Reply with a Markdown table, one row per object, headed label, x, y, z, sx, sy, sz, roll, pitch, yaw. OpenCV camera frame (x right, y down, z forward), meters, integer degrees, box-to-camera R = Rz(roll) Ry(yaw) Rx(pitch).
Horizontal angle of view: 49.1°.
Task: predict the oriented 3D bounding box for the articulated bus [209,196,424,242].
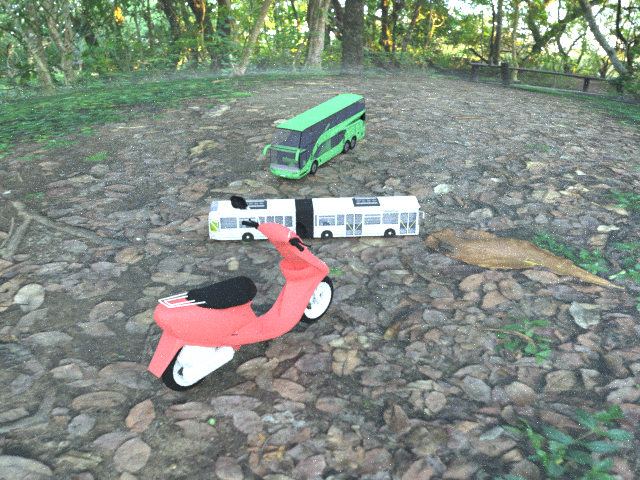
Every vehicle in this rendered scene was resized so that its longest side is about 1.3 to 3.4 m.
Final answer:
| label | x | y | z | sx | sy | sz | roll | pitch | yaw |
| --- | --- | --- | --- | --- | --- | --- | --- | --- | --- |
| articulated bus | -0.065 | -0.352 | 11.308 | 3.401 | 0.561 | 0.605 | -2 | 26 | -3 |

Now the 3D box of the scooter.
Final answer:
| label | x | y | z | sx | sy | sz | roll | pitch | yaw |
| --- | --- | --- | --- | --- | --- | --- | --- | --- | --- |
| scooter | -0.799 | 0.557 | 8.022 | 1.288 | 1.786 | 2.721 | 23 | 34 | 39 |

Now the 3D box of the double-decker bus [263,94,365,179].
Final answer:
| label | x | y | z | sx | sy | sz | roll | pitch | yaw |
| --- | --- | --- | --- | --- | --- | --- | --- | --- | --- |
| double-decker bus | 0.000 | -2.170 | 14.502 | 0.756 | 1.052 | 3.251 | 13 | 29 | 25 |
